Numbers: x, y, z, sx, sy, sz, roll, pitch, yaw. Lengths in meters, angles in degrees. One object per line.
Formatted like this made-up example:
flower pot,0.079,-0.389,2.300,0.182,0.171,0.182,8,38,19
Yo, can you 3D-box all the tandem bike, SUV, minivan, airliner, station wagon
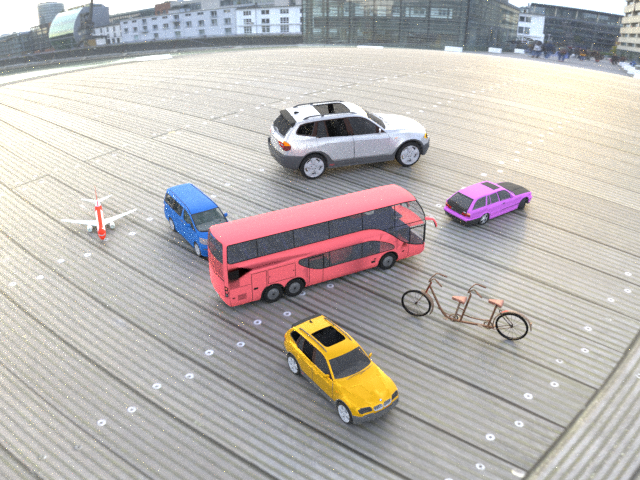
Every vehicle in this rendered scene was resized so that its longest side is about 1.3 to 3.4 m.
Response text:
tandem bike,1.794,0.812,8.644,1.642,0.682,0.283,12,32,21
SUV,0.202,1.378,7.746,0.656,0.580,1.572,-19,35,-30
minivan,-1.847,-0.317,10.707,0.681,0.616,1.548,-18,34,-29
airliner,-3.497,-0.420,11.077,1.161,0.429,1.307,-9,31,-16
station wagon,2.801,-0.694,11.516,1.597,0.473,0.682,-19,35,-30
SUV,0.552,-1.994,13.150,3.058,1.128,1.276,-9,31,-16

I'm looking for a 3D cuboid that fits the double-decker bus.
double-decker bus,0.072,0.019,9.670,3.251,1.052,0.756,-14,33,-24
